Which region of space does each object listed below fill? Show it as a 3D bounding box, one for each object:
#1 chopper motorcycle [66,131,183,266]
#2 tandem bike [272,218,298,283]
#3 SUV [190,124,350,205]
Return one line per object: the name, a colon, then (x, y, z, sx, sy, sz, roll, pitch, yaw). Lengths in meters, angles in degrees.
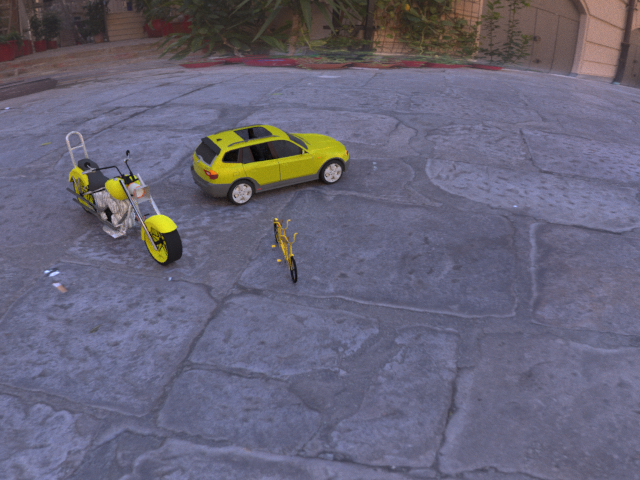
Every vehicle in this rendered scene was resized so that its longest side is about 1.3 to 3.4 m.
chopper motorcycle: (-3.246, -0.711, 11.360, 0.906, 1.480, 3.040, -26, 39, -38)
tandem bike: (-0.548, 0.028, 10.866, 0.283, 0.682, 1.642, -7, 30, -13)
SUV: (-0.909, -1.584, 13.254, 3.058, 1.128, 1.276, -15, 33, -25)
